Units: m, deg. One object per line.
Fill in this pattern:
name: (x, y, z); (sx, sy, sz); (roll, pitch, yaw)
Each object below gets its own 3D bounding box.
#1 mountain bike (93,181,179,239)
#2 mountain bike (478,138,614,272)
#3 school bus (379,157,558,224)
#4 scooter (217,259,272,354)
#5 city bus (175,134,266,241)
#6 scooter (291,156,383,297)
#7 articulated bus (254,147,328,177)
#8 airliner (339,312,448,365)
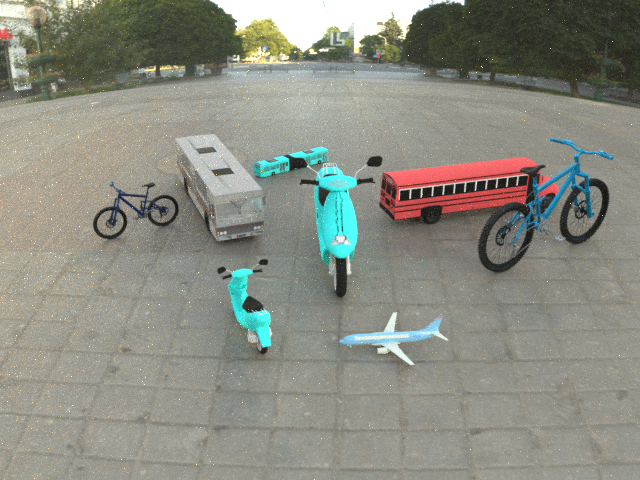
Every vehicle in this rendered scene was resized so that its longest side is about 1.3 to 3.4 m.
mountain bike: (-3.036, -0.528, 11.561); (1.469, 0.868, 0.573); (-16, 30, -30)
mountain bike: (3.486, -0.515, 10.584); (2.857, 1.688, 1.114); (-16, 30, -30)
school bus: (2.718, -0.908, 12.382); (3.322, 0.844, 0.709); (-8, 27, -16)
scooter: (-0.902, 0.769, 8.795); (0.662, 0.919, 1.399); (-10, 27, -21)
city bus: (-1.858, -0.987, 12.487); (0.926, 0.894, 3.255); (-10, 27, -19)
scooter: (0.219, -0.488, 10.415); (1.288, 1.786, 2.721); (-1, 26, -3)
articulated bus: (-0.566, -1.622, 14.514); (1.749, 0.289, 0.311); (-18, 31, -33)
airliner: (0.884, 1.122, 8.624); (1.307, 0.429, 1.161); (-2, 26, -4)
